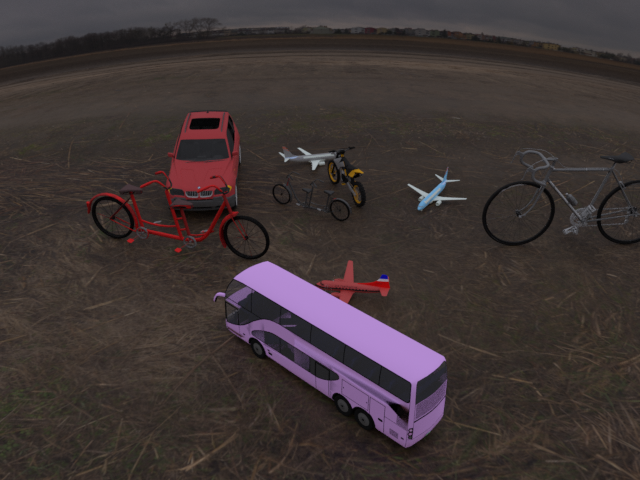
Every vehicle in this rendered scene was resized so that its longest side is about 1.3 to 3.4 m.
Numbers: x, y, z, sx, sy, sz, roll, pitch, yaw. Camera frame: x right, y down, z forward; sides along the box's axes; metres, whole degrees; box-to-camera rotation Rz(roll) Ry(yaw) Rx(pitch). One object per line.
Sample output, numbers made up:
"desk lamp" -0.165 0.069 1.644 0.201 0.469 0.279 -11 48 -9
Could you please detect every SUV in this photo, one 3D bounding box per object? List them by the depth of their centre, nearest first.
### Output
"SUV" -2.153 -1.556 13.167 1.276 1.128 3.058 -2 30 -3

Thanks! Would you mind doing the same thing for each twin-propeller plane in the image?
"twin-propeller plane" 0.463 0.636 10.094 1.095 0.407 1.370 4 30 7

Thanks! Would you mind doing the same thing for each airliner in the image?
"airliner" 2.075 -0.916 12.758 1.161 0.429 1.307 17 34 27
"airliner" -0.147 -1.759 14.217 1.307 0.429 1.161 -8 31 -14

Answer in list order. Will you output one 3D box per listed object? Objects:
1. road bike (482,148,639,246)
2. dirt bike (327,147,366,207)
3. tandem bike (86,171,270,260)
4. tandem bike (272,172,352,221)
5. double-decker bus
"road bike" 4.086 -0.640 11.054 3.004 1.656 0.696 -1 30 -1
"dirt bike" 0.470 -1.223 12.863 0.527 0.857 1.493 -13 32 -21
"tandem bike" -2.301 -0.442 11.042 3.192 1.326 0.550 9 31 14
"tandem bike" -0.162 -0.783 12.276 1.642 0.682 0.283 17 34 27
"double-decker bus" 0.031 1.231 8.419 3.251 1.052 0.756 26 39 37
